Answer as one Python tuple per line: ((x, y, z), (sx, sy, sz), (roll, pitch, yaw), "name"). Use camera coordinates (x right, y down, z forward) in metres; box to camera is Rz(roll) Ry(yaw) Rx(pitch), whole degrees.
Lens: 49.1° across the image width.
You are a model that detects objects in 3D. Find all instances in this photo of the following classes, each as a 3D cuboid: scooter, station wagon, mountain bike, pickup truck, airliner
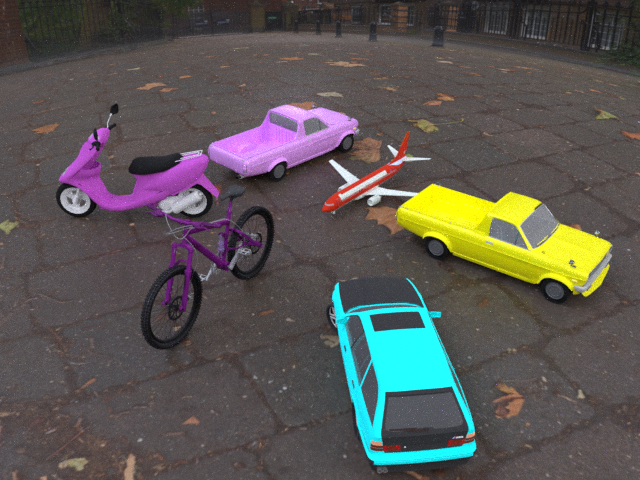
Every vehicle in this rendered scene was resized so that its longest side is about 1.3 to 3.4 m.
((-3.046, -1.166, 11.412), (2.721, 1.786, 1.288), (0, 31, 0), "scooter")
((0.864, 1.264, 8.189), (1.327, 0.920, 3.105), (-3, 31, -6), "station wagon")
((-1.414, 0.183, 9.251), (1.114, 1.688, 2.857), (16, 34, 24), "mountain bike")
((-0.637, -2.005, 13.590), (1.244, 0.993, 3.117), (27, 40, 37), "pickup truck")
((0.867, -1.182, 12.367), (2.257, 0.835, 2.541), (24, 38, 34), "airliner")
((2.702, -0.135, 10.461), (3.117, 0.993, 1.244), (22, 37, 32), "pickup truck")
